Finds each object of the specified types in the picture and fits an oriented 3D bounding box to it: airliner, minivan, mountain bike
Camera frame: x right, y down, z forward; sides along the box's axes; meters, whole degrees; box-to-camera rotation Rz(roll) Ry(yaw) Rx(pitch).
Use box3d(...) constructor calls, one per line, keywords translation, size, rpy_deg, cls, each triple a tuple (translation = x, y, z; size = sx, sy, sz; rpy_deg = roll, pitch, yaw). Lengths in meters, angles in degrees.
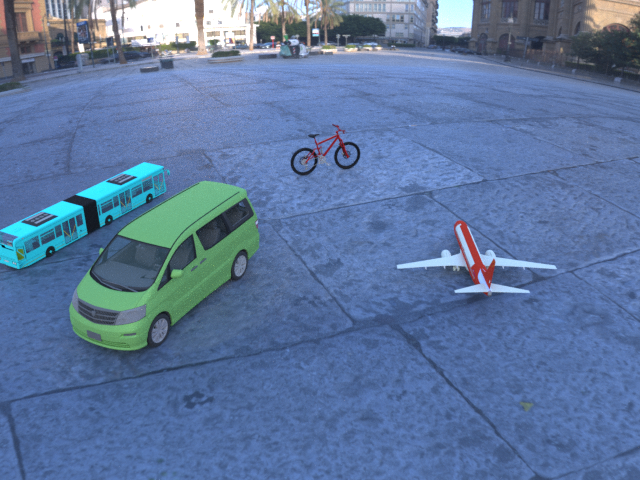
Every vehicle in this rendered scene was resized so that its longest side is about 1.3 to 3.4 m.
box3d(translation=(2.229, 0.089, 10.135), size=(2.257, 0.835, 2.541), rpy_deg=(0, 27, 0), cls="airliner")
box3d(translation=(-2.019, 0.255, 9.419), size=(1.324, 1.197, 3.011), rpy_deg=(13, 30, 24), cls="minivan")
box3d(translation=(0.119, -1.732, 13.629), size=(1.469, 0.868, 0.573), rpy_deg=(-10, 29, -19), cls="mountain bike")

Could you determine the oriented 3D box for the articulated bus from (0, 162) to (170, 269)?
box3d(translation=(-3.798, -0.491, 11.558), size=(0.605, 0.561, 3.401), rpy_deg=(14, 30, 25), cls="articulated bus")
